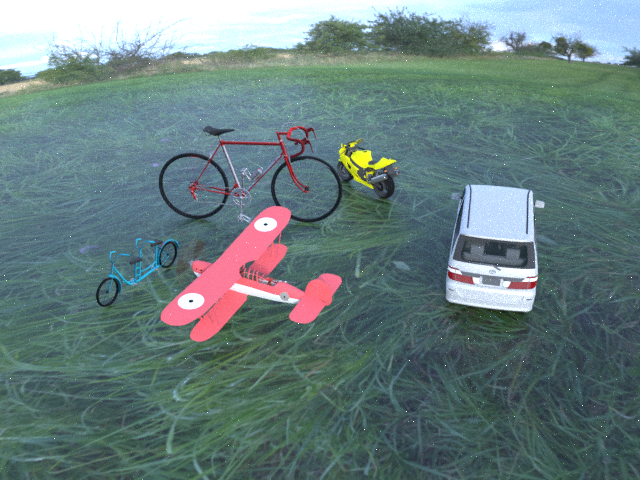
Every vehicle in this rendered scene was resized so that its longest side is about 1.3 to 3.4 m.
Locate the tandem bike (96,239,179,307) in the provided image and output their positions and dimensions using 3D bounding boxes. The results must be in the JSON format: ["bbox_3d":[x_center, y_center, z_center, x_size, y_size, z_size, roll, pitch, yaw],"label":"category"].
[{"bbox_3d":[-2.473,0.315,9.570,0.283,0.682,1.642,14,30,26],"label":"tandem bike"}]

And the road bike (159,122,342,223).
[{"bbox_3d":[-1.137,-1.062,11.239,3.004,1.656,0.697,2,27,4],"label":"road bike"}]

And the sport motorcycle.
[{"bbox_3d":[0.822,-1.297,12.646,0.506,0.821,1.520,-19,32,-34],"label":"sport motorcycle"}]

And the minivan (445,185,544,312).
[{"bbox_3d":[2.462,-0.123,9.872,1.324,1.197,3.011,6,27,13],"label":"minivan"}]

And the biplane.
[{"bbox_3d":[-0.819,0.560,8.745,2.120,0.981,2.598,13,29,24],"label":"biplane"}]
